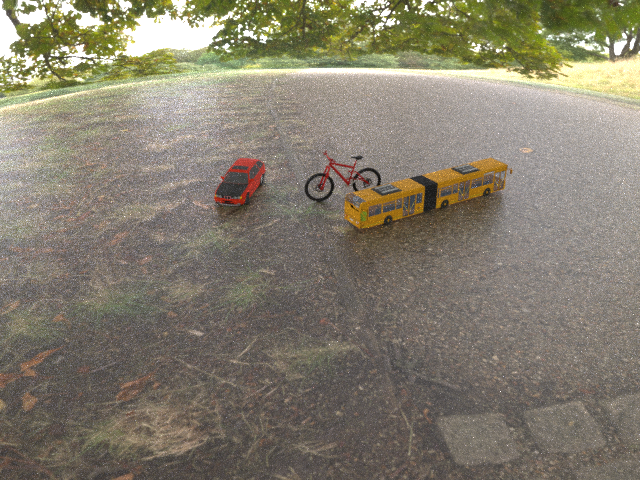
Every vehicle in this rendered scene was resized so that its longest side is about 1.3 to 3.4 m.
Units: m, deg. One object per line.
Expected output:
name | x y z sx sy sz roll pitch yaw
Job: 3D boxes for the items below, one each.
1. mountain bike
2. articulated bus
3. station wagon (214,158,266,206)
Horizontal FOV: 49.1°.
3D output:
mountain bike | 0.427 -1.153 12.774 1.469 0.868 0.573 -8 28 -14
articulated bus | 1.984 -0.869 12.558 3.401 0.561 0.605 -16 31 -28
station wagon | -1.498 -1.131 13.160 0.682 0.473 1.597 5 28 10
